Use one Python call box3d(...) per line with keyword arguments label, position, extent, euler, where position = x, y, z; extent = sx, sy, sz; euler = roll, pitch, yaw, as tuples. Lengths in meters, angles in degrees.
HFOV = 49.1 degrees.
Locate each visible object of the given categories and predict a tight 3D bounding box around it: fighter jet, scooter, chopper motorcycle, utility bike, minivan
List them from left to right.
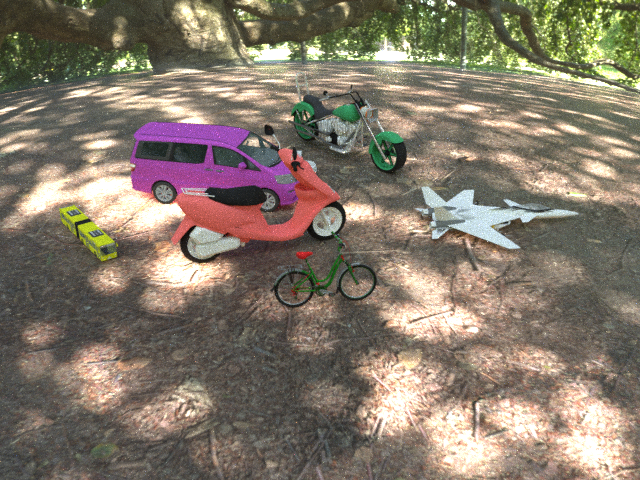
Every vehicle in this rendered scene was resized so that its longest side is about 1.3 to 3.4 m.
box3d(label="minivan", position=(-1.765, -1.334, 12.272), extent=(3.011, 1.197, 1.324), euler=(5, 28, 9))
box3d(label="scooter", position=(-0.854, -0.630, 10.260), extent=(2.721, 1.786, 1.288), euler=(-11, 29, -20))
box3d(label="utility bike", position=(0.044, 0.398, 9.181), extent=(1.435, 0.946, 0.535), euler=(-5, 28, -10))
box3d(label="chopper motorcycle", position=(0.514, -2.378, 13.993), extent=(0.906, 1.480, 3.040), euler=(-24, 35, -38))
box3d(label="fighter jet", position=(2.974, -0.514, 11.378), extent=(2.640, 0.557, 2.229), euler=(-3, 27, -6))

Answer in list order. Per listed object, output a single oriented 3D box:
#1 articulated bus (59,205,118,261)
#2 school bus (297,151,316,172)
box3d(label="articulated bus", position=(-3.638, -0.132, 10.928), extent=(0.311, 0.289, 1.749), euler=(-19, 33, -33))
box3d(label="school bus", position=(-0.922, -1.461, 13.353), extent=(1.708, 0.434, 0.365), euler=(-1, 27, -1))
